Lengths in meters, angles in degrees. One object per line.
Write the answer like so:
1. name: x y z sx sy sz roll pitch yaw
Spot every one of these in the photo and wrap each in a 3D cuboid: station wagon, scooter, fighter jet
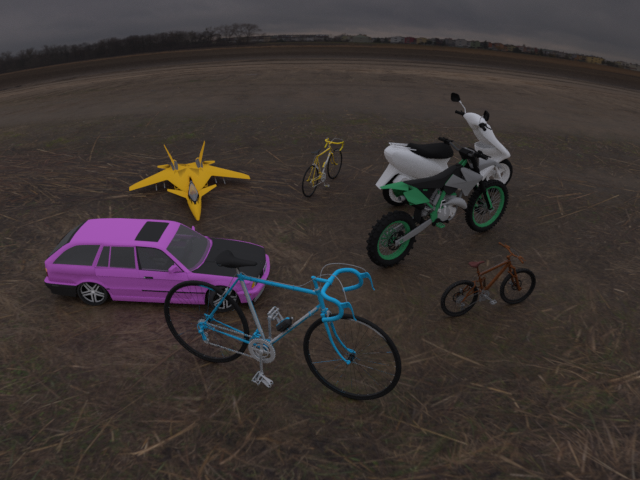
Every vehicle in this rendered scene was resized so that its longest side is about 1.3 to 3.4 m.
1. station wagon: -2.270 0.274 9.973 3.105 0.920 1.327 3 29 5
2. scooter: 2.295 -1.551 12.415 2.721 1.786 1.288 -9 30 -16
3. fighter jet: -2.374 -1.093 12.861 2.229 0.557 2.640 -7 29 -12

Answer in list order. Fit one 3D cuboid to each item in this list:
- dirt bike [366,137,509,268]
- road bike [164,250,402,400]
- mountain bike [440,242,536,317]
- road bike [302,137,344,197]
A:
1. dirt bike: 1.905 -0.618 10.829 2.903 1.666 1.024 -18 33 -29
2. road bike: -0.512 0.936 7.990 3.004 1.656 0.697 11 30 19
3. mountain bike: 2.306 0.579 9.468 1.469 0.868 0.573 -10 30 -17
4. road bike: 0.056 -1.382 13.082 0.358 0.852 1.545 15 32 25
